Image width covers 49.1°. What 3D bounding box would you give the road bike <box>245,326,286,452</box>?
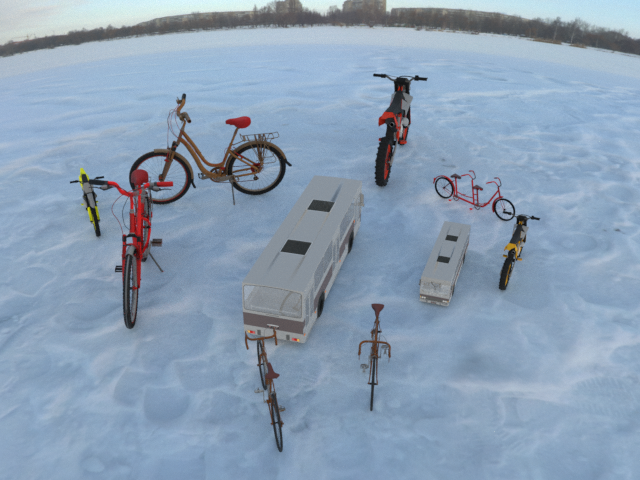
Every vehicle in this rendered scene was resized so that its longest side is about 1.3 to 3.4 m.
[{"bbox_3d":[-0.560,1.555,7.603,0.358,0.852,1.545,-7,31,-11],"label":"road bike"}]

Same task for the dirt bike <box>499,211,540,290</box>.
[{"bbox_3d":[2.823,0.076,10.141,0.527,0.857,1.493,13,33,22],"label":"dirt bike"}]

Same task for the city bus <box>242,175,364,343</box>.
[{"bbox_3d":[-0.142,0.176,9.931,0.926,0.894,3.255,8,31,13],"label":"city bus"}]

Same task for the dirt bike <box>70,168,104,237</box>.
[{"bbox_3d":[-3.762,-0.681,11.442,0.527,0.857,1.493,-12,32,-20],"label":"dirt bike"}]

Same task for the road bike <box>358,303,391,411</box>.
[{"bbox_3d":[0.642,1.251,8.125,0.358,0.852,1.545,3,30,6],"label":"road bike"}]

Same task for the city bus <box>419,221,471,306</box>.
[{"bbox_3d":[1.821,0.325,10.107,0.476,0.460,1.674,10,32,17],"label":"city bus"}]

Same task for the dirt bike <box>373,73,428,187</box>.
[{"bbox_3d":[1.421,-2.230,13.299,1.024,1.666,2.903,8,31,14],"label":"dirt bike"}]

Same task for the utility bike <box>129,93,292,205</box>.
[{"bbox_3d":[-1.827,-1.440,11.771,2.791,1.839,1.039,-7,31,-12],"label":"utility bike"}]

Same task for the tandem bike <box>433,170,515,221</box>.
[{"bbox_3d":[2.605,-0.837,11.884,1.642,0.682,0.283,26,39,37],"label":"tandem bike"}]

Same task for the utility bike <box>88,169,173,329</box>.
[{"bbox_3d":[-2.427,-0.160,9.570,1.039,1.839,2.791,-3,30,-6],"label":"utility bike"}]
